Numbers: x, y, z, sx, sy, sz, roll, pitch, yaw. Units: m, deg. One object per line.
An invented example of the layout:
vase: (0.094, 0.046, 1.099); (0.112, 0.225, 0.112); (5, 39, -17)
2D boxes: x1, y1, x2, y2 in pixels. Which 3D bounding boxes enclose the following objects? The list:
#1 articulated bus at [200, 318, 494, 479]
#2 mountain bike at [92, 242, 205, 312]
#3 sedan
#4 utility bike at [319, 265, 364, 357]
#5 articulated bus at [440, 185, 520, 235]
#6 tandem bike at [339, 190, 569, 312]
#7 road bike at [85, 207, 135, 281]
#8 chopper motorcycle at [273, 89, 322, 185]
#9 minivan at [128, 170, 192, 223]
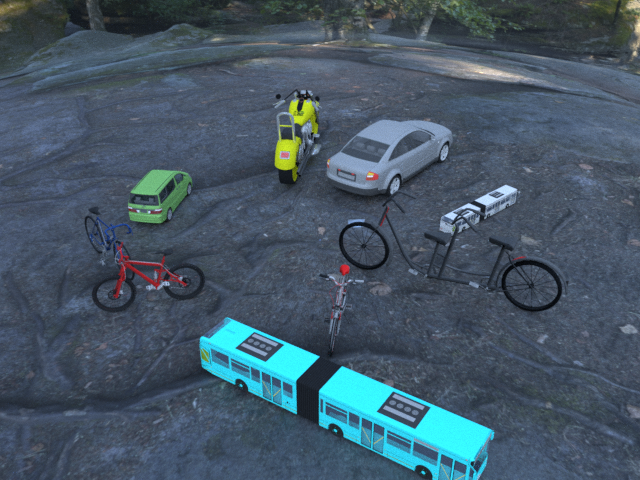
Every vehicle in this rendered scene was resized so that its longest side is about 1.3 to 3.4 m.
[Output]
articulated bus: (0.156, 1.686, 7.485); (3.401, 0.561, 0.605); (18, 35, 28)
mountain bike: (-2.256, 0.496, 9.194); (1.469, 0.868, 0.573); (-9, 32, -15)
sedan: (1.361, -1.690, 12.817); (1.235, 0.940, 3.137); (21, 37, 31)
utility bike: (0.282, 0.744, 8.699); (0.535, 0.946, 1.435); (4, 31, 7)
articulated bus: (2.619, -0.498, 11.443); (1.749, 0.289, 0.311); (-25, 39, -35)
tandem bike: (1.716, 0.120, 9.380); (3.192, 1.326, 0.550); (13, 33, 21)
road bike: (-3.056, -0.004, 10.055); (0.358, 0.852, 1.545); (-23, 38, -34)
chopper motorcycle: (-0.368, -2.157, 13.077); (0.906, 1.480, 3.040); (5, 31, 8)
minivan: (-2.642, -0.829, 11.681); (0.681, 0.616, 1.548); (5, 31, 9)
